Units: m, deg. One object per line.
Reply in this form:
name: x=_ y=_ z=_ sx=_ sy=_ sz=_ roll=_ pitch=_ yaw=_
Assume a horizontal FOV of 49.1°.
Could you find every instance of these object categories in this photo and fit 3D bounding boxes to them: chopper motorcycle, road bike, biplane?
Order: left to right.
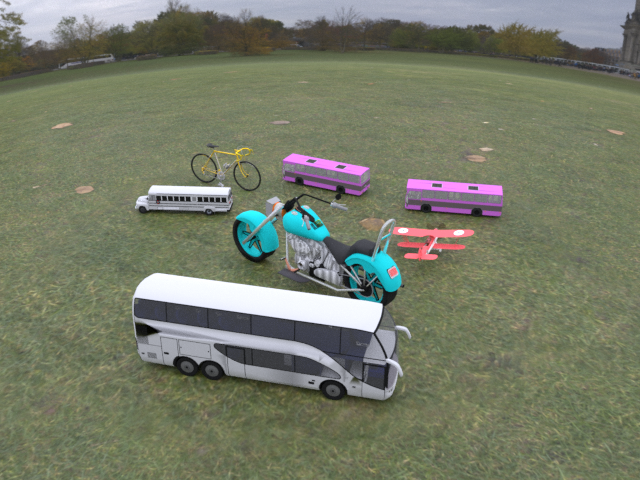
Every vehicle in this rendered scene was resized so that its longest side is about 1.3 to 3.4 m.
road bike: x=-1.800 y=-1.402 z=13.245 sx=1.545 sy=0.852 sz=0.358 roll=12 pitch=30 yaw=22
chopper motorcycle: x=-0.139 y=-0.020 z=9.965 sx=3.040 sy=1.480 sz=0.906 roll=22 pitch=35 yaw=35
biplane: x=1.658 y=0.065 z=10.847 sx=1.336 sy=0.504 sz=1.090 roll=11 pitch=30 yaw=20

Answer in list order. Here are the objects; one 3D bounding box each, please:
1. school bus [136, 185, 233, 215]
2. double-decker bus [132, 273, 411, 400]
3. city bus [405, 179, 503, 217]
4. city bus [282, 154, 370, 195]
school bus: x=-2.417 y=-0.714 z=12.391 sx=1.708 sy=0.434 sz=0.365 roll=2 pitch=28 yaw=3
double-decker bus: x=-0.595 y=1.133 z=8.247 sx=3.251 sy=1.052 sz=0.756 roll=7 pitch=29 yaw=12
city bus: x=2.365 y=-0.734 z=12.403 sx=1.674 sy=0.460 sz=0.476 roll=5 pitch=28 yaw=10
city bus: x=0.107 y=-1.238 z=13.352 sx=1.674 sy=0.460 sz=0.476 roll=14 pitch=31 yaw=24
